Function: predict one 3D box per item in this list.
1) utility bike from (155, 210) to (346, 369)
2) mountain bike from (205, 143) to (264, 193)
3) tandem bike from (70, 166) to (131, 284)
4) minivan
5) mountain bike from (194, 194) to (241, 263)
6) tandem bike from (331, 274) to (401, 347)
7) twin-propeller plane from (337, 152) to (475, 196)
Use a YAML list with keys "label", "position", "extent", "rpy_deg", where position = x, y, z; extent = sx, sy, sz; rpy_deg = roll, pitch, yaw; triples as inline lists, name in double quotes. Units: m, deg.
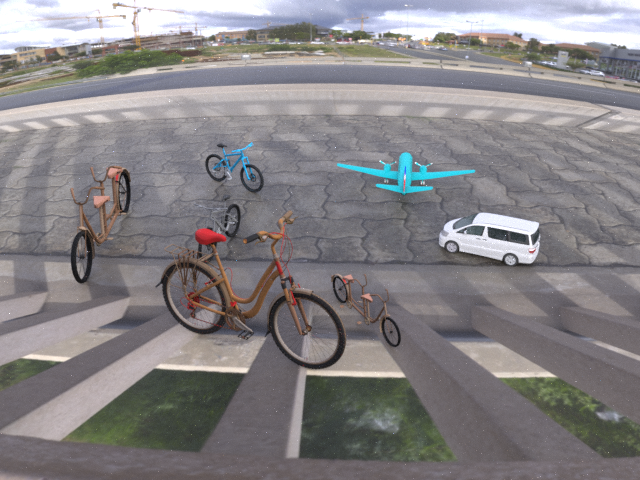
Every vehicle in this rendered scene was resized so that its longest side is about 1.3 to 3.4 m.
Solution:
- label: "utility bike"
  position: [-0.891, 0.515, 8.694]
  extent: [2.791, 1.839, 1.039]
  rpy_deg: [13, 31, 24]
- label: "mountain bike"
  position: [-1.661, -1.426, 13.399]
  extent: [1.469, 0.868, 0.573]
  rpy_deg: [19, 33, 31]
- label: "tandem bike"
  position: [-3.489, -0.546, 11.248]
  extent: [0.550, 1.326, 3.192]
  rpy_deg: [0, 28, 0]
- label: "minivan"
  position: [2.681, -0.075, 11.117]
  extent: [1.548, 0.616, 0.681]
  rpy_deg: [13, 31, 23]
- label: "mountain bike"
  position: [-1.603, -0.258, 11.194]
  extent: [0.573, 0.868, 1.469]
  rpy_deg: [9, 29, 16]
- label: "tandem bike"
  position: [0.592, 0.809, 9.377]
  extent: [0.283, 0.682, 1.642]
  rpy_deg: [-16, 32, -27]
- label: "twin-propeller plane"
  position: [1.627, -1.361, 13.358]
  extent: [2.663, 0.792, 2.129]
  rpy_deg: [3, 28, 6]
